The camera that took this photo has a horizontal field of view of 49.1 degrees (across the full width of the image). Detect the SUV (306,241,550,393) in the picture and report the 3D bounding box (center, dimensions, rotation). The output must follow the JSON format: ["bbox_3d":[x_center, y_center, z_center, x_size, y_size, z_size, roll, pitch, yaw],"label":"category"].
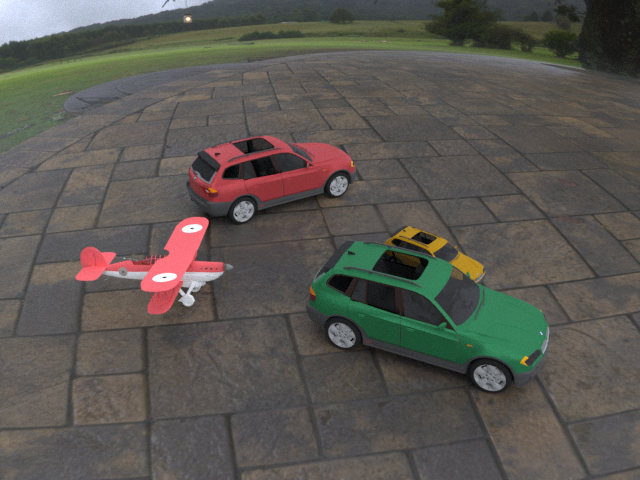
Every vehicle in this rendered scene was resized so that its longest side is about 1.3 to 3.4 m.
[{"bbox_3d":[1.331,0.844,8.819,3.058,1.128,1.276,13,33,21],"label":"SUV"}]

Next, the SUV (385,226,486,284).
[{"bbox_3d":[1.672,0.268,10.331,1.572,0.580,0.656,23,38,34],"label":"SUV"}]

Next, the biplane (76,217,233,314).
[{"bbox_3d":[-2.259,0.375,9.756,2.120,0.981,2.598,1,31,2],"label":"biplane"}]

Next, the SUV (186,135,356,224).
[{"bbox_3d":[-0.821,-1.244,12.352,3.058,1.128,1.276,-17,35,-26],"label":"SUV"}]
